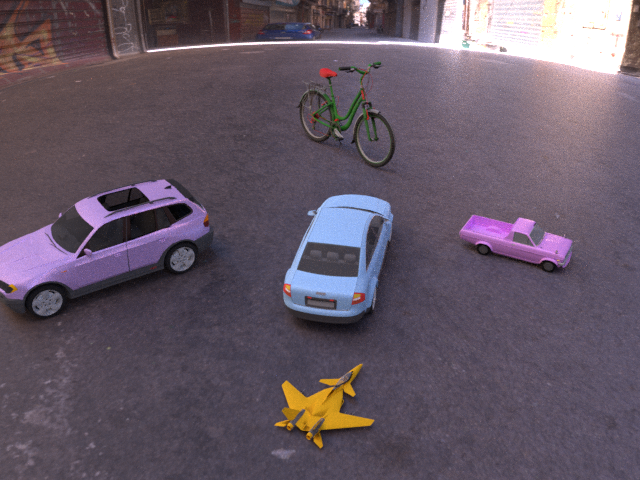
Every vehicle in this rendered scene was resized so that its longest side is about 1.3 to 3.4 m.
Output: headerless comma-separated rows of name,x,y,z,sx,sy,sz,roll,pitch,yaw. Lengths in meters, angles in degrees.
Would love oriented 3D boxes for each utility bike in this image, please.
utility bike,0.517,-2.572,13.410,1.039,1.839,2.791,-24,38,-34

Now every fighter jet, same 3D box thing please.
fighter jet,0.130,1.668,7.696,1.147,0.286,1.358,18,35,28

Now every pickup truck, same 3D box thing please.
pickup truck,2.907,-0.028,10.375,1.603,0.511,0.640,16,34,25

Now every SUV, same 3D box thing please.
SUV,-3.009,-0.001,9.717,3.058,1.128,1.276,-19,35,-29

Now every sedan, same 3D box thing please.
sedan,0.333,0.035,9.842,1.235,0.940,3.137,6,31,11
